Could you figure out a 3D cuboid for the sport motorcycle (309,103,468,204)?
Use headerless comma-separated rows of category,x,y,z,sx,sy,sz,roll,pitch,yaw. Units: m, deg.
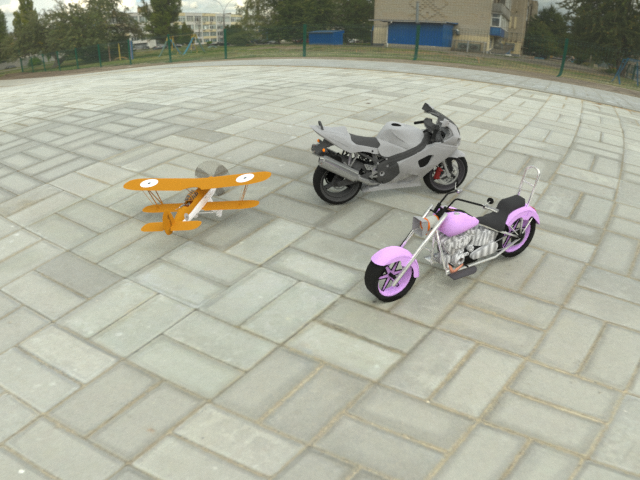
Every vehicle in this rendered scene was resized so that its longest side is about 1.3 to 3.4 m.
sport motorcycle,1.259,-1.470,12.394,2.955,1.596,0.983,-6,29,-11

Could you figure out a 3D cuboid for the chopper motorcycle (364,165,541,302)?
chopper motorcycle,1.979,-0.117,10.058,3.040,1.480,0.906,-16,32,-26

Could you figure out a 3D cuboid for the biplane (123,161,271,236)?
biplane,-2.127,-0.591,11.437,2.598,0.981,2.120,6,29,11
